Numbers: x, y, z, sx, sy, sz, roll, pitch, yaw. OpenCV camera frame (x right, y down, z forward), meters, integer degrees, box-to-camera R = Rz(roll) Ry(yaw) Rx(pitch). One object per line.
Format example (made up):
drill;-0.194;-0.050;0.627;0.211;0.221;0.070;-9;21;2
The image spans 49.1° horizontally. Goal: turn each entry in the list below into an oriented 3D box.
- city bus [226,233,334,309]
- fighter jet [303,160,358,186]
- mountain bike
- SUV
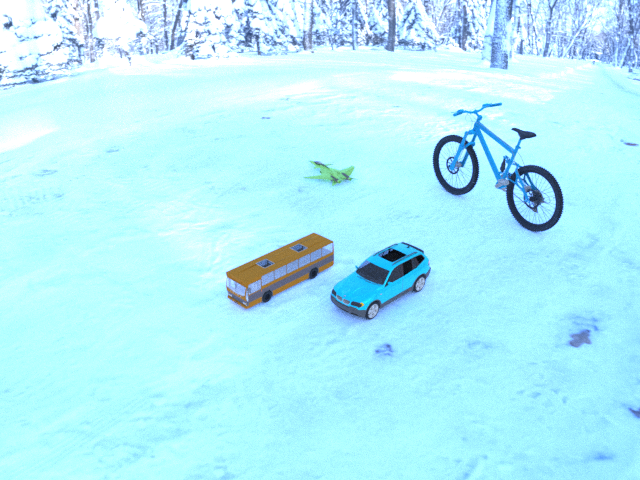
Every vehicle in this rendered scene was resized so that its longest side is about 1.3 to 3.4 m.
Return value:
city bus;-0.526;0.421;9.759;0.476;0.460;1.674;25;36;39
fighter jet;0.124;-1.410;13.484;1.147;0.286;1.358;-16;31;-28
mountain bike;2.915;-1.266;11.681;1.114;1.688;2.857;-18;32;-30
SUV;0.838;0.506;9.463;1.572;0.580;0.656;-24;36;-38
